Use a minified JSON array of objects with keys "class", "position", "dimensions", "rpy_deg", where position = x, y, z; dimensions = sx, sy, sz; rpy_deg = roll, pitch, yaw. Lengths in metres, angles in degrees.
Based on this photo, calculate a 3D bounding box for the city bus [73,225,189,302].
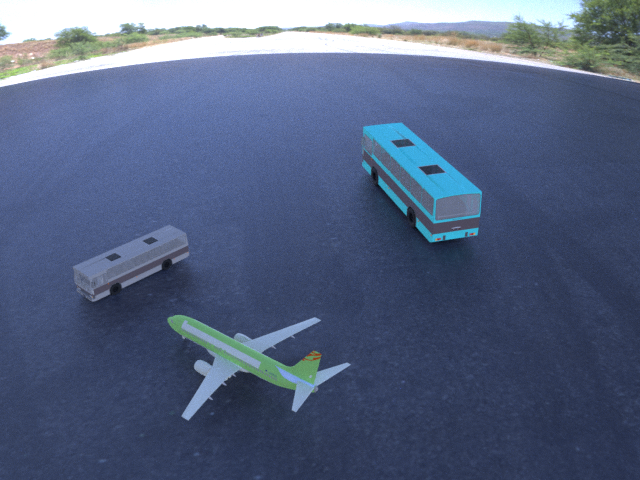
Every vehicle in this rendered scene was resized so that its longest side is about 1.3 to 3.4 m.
[{"class":"city bus","position":[-2.687,0.328,10.099],"dimensions":[0.476,0.460,1.674],"rpy_deg":[24,37,36]}]

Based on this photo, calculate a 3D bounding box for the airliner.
[{"class":"airliner","position":[-0.949,1.188,8.183],"dimensions":[2.541,0.835,2.257],"rpy_deg":[21,36,33]}]

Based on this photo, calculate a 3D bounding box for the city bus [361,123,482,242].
[{"class":"city bus","position":[1.639,-1.046,12.102],"dimensions":[0.926,0.894,3.255],"rpy_deg":[-8,30,-14]}]
